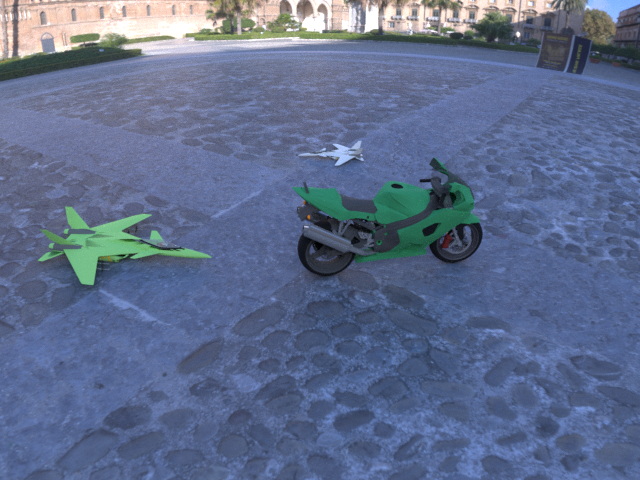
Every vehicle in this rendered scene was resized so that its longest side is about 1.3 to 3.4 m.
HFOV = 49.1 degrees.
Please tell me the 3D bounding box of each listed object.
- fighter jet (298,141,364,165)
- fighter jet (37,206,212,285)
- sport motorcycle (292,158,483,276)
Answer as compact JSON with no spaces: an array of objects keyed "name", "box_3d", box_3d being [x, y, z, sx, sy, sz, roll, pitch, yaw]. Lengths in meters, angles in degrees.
[{"name":"fighter jet","box_3d":[0.220,-1.845,14.535,1.358,0.286,1.147,-1,30,-1]},{"name":"fighter jet","box_3d":[-2.988,0.001,11.053,2.640,0.557,2.229,5,30,9]},{"name":"sport motorcycle","box_3d":[1.060,-0.265,10.473,2.955,1.596,0.983,-5,30,-9]}]
